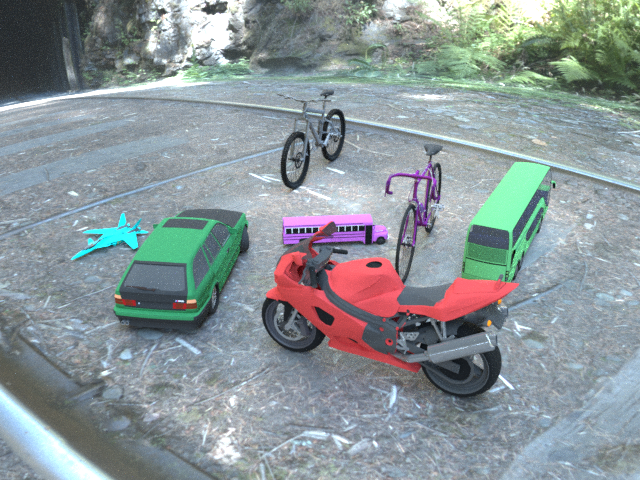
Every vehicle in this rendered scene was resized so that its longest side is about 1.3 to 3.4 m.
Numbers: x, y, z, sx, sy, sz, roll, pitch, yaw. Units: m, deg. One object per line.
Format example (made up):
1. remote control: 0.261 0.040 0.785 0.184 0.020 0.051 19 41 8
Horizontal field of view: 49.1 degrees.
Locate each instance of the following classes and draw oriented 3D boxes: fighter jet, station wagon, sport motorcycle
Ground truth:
1. fighter jet: -3.428 -0.031 11.118 1.147 0.286 1.358 15 29 28
2. station wagon: -1.865 0.148 10.017 1.327 0.920 3.105 3 26 7
3. sport motorcycle: 0.647 0.812 7.863 2.955 1.596 0.983 11 28 22

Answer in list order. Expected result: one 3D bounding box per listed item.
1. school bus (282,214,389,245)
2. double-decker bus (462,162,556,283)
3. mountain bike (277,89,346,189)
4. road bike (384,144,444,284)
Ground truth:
1. school bus: 0.252 -0.158 11.211 1.708 0.434 0.365 -2 26 -5
2. double-decker bus: 2.985 -0.337 10.871 0.756 1.052 3.251 12 28 24
3. mountain bike: -0.091 -2.132 13.860 1.114 1.688 2.857 11 28 22
4. road bike: 1.541 -0.536 10.588 0.696 1.656 3.004 9 27 18
